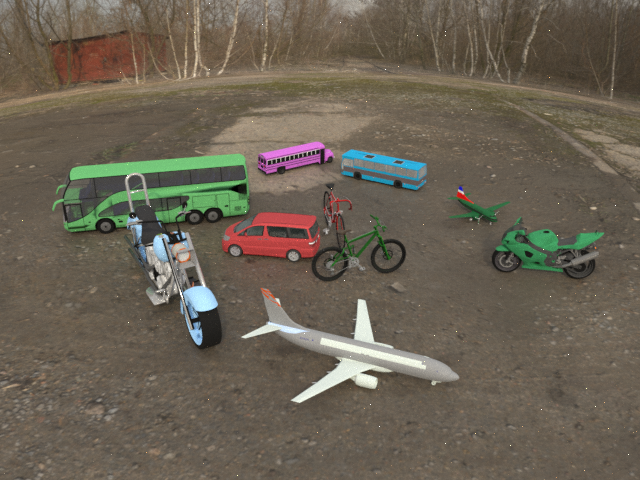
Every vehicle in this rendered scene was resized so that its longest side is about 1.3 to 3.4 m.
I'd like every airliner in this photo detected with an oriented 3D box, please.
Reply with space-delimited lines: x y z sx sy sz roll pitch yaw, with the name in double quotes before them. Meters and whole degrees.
"airliner" 0.415 1.160 8.333 2.541 0.835 2.257 10 28 19

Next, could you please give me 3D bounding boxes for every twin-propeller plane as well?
"twin-propeller plane" 2.754 -0.599 12.316 1.370 0.407 1.095 -14 30 -26

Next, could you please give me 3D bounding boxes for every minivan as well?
"minivan" -0.785 -0.089 11.068 1.548 0.616 0.681 5 27 9

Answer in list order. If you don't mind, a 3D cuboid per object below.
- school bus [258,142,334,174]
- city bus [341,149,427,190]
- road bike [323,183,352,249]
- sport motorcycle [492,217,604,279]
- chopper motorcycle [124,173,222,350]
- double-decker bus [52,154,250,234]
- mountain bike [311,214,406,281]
"school bus" -0.464 -1.711 14.503 1.708 0.434 0.365 -17 31 -30
"city bus" 1.246 -1.375 13.804 1.674 0.460 0.476 15 30 27
"road bike" 0.230 -0.449 11.521 0.358 0.852 1.545 -5 27 -11
"sport motorcycle" 3.338 0.157 10.347 1.520 0.821 0.506 5 27 9
"chopper motorcycle" -2.057 0.210 9.509 0.906 1.480 3.040 -14 30 -26
"double-decker bus" -2.843 -0.803 12.004 3.251 1.052 0.756 -6 27 -12
"mountain bike" 0.586 0.159 10.291 1.469 0.868 0.573 -7 28 -14
